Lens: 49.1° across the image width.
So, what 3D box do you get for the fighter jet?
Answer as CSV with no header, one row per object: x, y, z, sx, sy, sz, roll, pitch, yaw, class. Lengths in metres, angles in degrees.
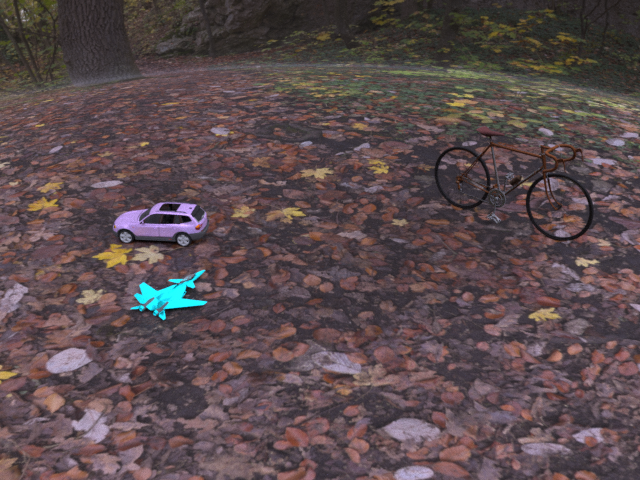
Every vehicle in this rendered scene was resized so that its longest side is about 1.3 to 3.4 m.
-2.059,0.657,10.066,1.147,0.286,1.358,14,30,24,fighter jet

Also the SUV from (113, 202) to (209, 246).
-2.637,-0.306,11.598,1.572,0.580,0.656,3,28,6,SUV

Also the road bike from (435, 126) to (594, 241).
3.211,-1.041,11.846,3.004,1.656,0.696,23,35,37,road bike
